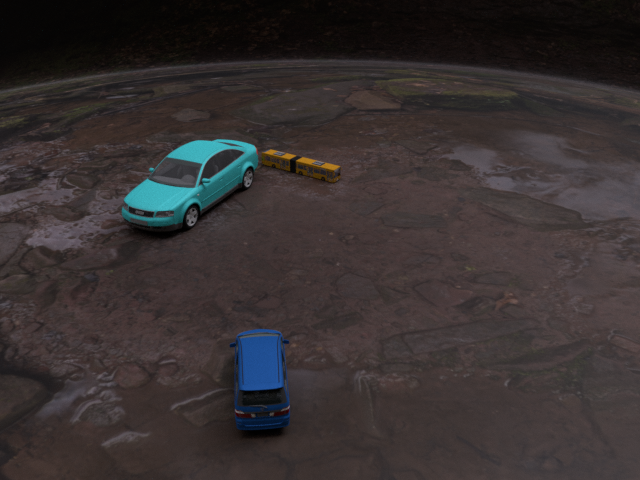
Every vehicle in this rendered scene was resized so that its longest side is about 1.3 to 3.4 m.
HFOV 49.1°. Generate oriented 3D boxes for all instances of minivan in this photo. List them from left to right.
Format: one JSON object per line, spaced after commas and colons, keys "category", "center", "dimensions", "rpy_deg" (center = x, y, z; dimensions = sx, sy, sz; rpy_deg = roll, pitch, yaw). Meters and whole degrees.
{"category": "minivan", "center": [-0.661, 1.427, 7.793], "dimensions": [0.681, 0.616, 1.548], "rpy_deg": [-3, 28, -5]}

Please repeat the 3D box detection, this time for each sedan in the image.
{"category": "sedan", "center": [-2.212, -1.111, 12.275], "dimensions": [1.235, 0.940, 3.137], "rpy_deg": [12, 30, 22]}

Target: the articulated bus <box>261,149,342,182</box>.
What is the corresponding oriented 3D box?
{"category": "articulated bus", "center": [-0.377, -1.450, 13.620], "dimensions": [1.749, 0.289, 0.311], "rpy_deg": [17, 32, 29]}
